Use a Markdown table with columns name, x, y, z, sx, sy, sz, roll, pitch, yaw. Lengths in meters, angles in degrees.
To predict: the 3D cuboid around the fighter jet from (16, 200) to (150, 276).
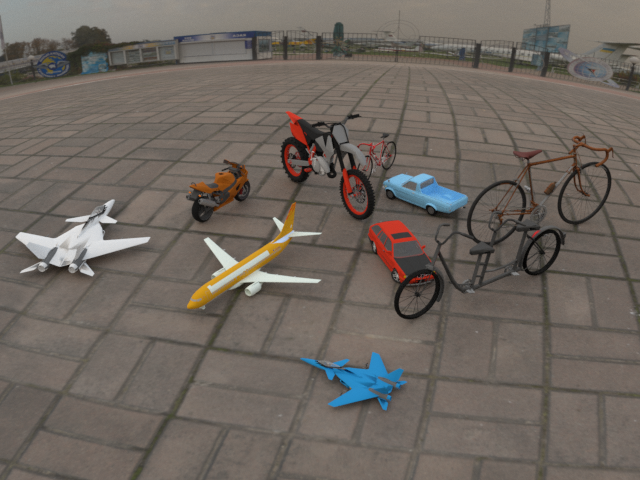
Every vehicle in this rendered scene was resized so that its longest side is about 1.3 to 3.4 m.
| name | x | y | z | sx | sy | sz | roll | pitch | yaw |
| --- | --- | --- | --- | --- | --- | --- | --- | --- | --- |
| fighter jet | -3.901 | -0.265 | 11.678 | 2.229 | 0.557 | 2.640 | 2 | 29 | 4 |

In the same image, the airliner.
| name | x | y | z | sx | sy | sz | roll | pitch | yaw |
| --- | --- | --- | --- | --- | --- | --- | --- | --- | --- |
| airliner | -1.093 | 0.238 | 10.461 | 2.257 | 0.835 | 2.541 | 19 | 34 | 31 |

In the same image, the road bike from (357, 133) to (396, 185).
| name | x | y | z | sx | sy | sz | roll | pitch | yaw |
| --- | --- | --- | --- | --- | --- | --- | --- | --- | --- |
| road bike | 1.141 | -1.655 | 13.927 | 0.358 | 0.852 | 1.545 | 18 | 33 | 30 |

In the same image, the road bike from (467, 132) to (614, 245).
| name | x | y | z | sx | sy | sz | roll | pitch | yaw |
| --- | --- | --- | --- | --- | --- | --- | --- | --- | --- |
| road bike | 3.710 | -0.830 | 11.566 | 3.004 | 1.656 | 0.697 | -12 | 31 | -22 |

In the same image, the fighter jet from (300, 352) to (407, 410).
| name | x | y | z | sx | sy | sz | roll | pitch | yaw |
| --- | --- | --- | --- | --- | --- | --- | --- | --- | --- |
| fighter jet | 0.332 | 1.594 | 8.543 | 1.358 | 0.286 | 1.147 | 16 | 32 | 27 |

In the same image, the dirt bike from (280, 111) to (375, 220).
| name | x | y | z | sx | sy | sz | roll | pitch | yaw |
| --- | --- | --- | --- | --- | --- | --- | --- | --- | --- |
| dirt bike | 0.094 | -1.513 | 12.812 | 1.024 | 1.666 | 2.903 | -18 | 33 | -30 |

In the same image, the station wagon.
| name | x | y | z | sx | sy | sz | roll | pitch | yaw |
| --- | --- | --- | --- | --- | --- | --- | --- | --- | --- |
| station wagon | 1.279 | 0.150 | 11.003 | 0.682 | 0.473 | 1.597 | -8 | 30 | -14 |

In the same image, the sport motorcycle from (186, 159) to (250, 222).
| name | x | y | z | sx | sy | sz | roll | pitch | yaw |
| --- | --- | --- | --- | --- | --- | --- | --- | --- | --- |
| sport motorcycle | -1.772 | -0.895 | 12.560 | 0.506 | 0.821 | 1.520 | 19 | 34 | 30 |

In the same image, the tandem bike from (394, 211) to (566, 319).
| name | x | y | z | sx | sy | sz | roll | pitch | yaw |
| --- | --- | --- | --- | --- | --- | --- | --- | --- | --- |
| tandem bike | 2.380 | 0.223 | 9.976 | 3.192 | 1.326 | 0.550 | -16 | 32 | -26 |

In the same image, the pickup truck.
| name | x | y | z | sx | sy | sz | roll | pitch | yaw |
| --- | --- | --- | --- | --- | --- | --- | --- | --- | --- |
| pickup truck | 1.919 | -0.898 | 12.891 | 0.640 | 0.511 | 1.603 | -25 | 37 | -38 |
